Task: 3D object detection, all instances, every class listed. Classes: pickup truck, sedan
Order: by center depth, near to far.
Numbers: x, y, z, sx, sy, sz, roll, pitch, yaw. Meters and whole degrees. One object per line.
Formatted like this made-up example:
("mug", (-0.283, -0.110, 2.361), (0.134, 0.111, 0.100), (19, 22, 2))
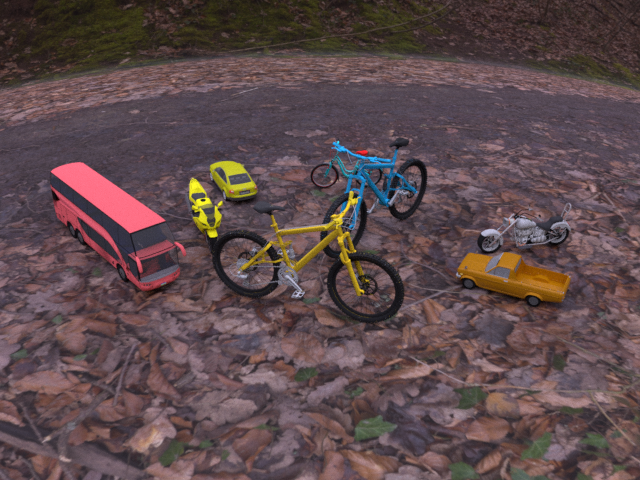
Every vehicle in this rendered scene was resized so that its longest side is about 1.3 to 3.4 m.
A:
("pickup truck", (2.840, 0.518, 10.309), (1.603, 0.511, 0.640), (15, 33, 24))
("sedan", (-1.684, -1.215, 13.408), (0.635, 0.483, 1.613), (-12, 32, -20))

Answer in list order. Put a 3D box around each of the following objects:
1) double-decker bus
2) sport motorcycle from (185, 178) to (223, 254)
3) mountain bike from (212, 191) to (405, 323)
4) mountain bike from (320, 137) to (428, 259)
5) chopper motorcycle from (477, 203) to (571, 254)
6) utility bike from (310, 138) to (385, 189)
("double-decker bus", (-3.304, -0.252, 11.123), (0.756, 1.052, 3.251), (-23, 37, -35))
("sport motorcycle", (-1.924, -0.404, 11.626), (0.506, 0.821, 1.520), (-10, 31, -18))
("mountain bike", (-0.222, 0.240, 9.603), (2.857, 1.688, 1.114), (10, 31, 18))
("mountain bike", (0.956, -0.817, 11.476), (1.114, 1.688, 2.857), (23, 37, 35))
("chopper motorcycle", (3.322, -0.192, 11.312), (1.563, 0.761, 0.466), (-5, 30, -9))
("utility bike", (0.536, -1.388, 13.245), (1.435, 0.946, 0.535), (-2, 29, -3))
